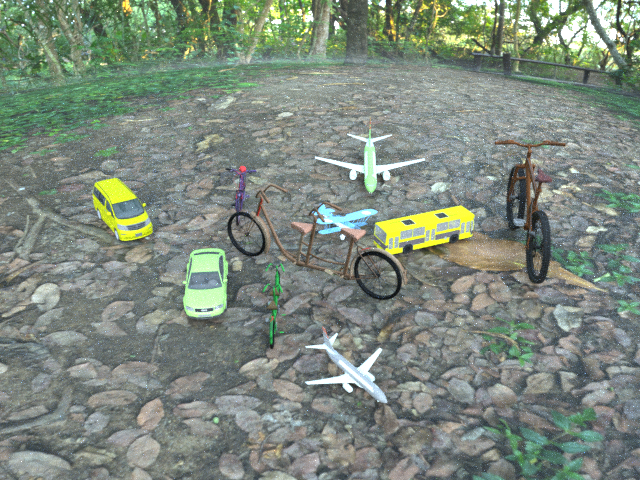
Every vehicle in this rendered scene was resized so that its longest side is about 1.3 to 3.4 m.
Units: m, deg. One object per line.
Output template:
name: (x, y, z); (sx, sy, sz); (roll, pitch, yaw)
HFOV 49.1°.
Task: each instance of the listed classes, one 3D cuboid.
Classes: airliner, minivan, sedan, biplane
airliner: (0.393, 1.519, 8.484); (1.161, 0.429, 1.307); (-19, 33, -31)
minivan: (-3.436, -0.534, 12.122); (0.681, 0.616, 1.548); (-17, 33, -29)
sedan: (-1.658, 0.571, 10.198); (0.635, 0.483, 1.613); (-3, 28, -5)
biplane: (0.347, -0.327, 11.854); (1.336, 0.504, 1.090); (-22, 35, -35)
airliner: (1.014, -1.711, 14.090); (2.257, 0.835, 2.541); (1, 28, 3)

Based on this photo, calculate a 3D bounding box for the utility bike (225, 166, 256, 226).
utility bike: (-1.373, -0.909, 12.473); (0.535, 0.946, 1.435); (-1, 28, -1)

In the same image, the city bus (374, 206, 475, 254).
city bus: (1.725, -0.145, 11.560); (1.674, 0.460, 0.476); (-12, 30, -21)

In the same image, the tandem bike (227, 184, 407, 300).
tandem bike: (-0.142, -0.018, 10.406); (3.192, 1.326, 0.550); (17, 32, 28)

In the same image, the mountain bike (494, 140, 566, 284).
mountain bike: (3.304, -0.573, 11.060); (1.114, 1.688, 2.857); (2, 28, 3)

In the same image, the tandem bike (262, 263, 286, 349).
tandem bike: (-0.617, 0.815, 9.532); (0.283, 0.682, 1.642); (0, 28, 1)
